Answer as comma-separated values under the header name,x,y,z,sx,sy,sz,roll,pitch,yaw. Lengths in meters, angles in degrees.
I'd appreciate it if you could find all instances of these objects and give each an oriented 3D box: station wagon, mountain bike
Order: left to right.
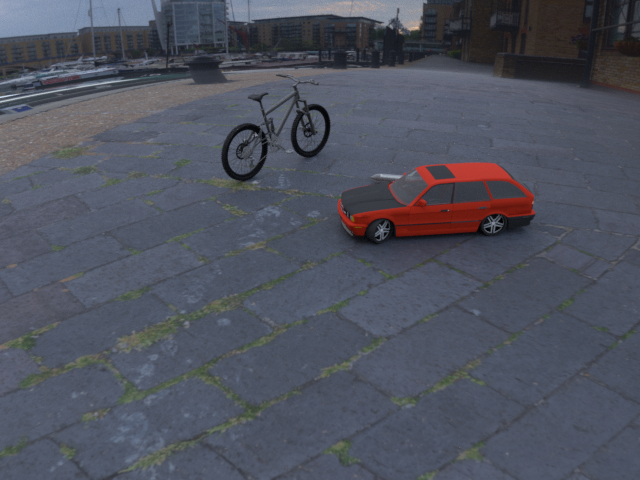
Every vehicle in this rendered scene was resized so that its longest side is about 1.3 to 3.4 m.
name,x,y,z,sx,sy,sz,roll,pitch,yaw
mountain bike,-0.781,-2.186,13.445,1.114,1.688,2.857,23,34,38
station wagon,1.834,-0.672,11.278,3.105,0.920,1.327,-4,27,-8

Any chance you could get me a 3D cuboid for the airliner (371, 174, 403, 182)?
name,x,y,z,sx,sy,sz,roll,pitch,yaw
airliner,1.577,-1.206,12.893,1.307,0.429,1.161,7,27,13
